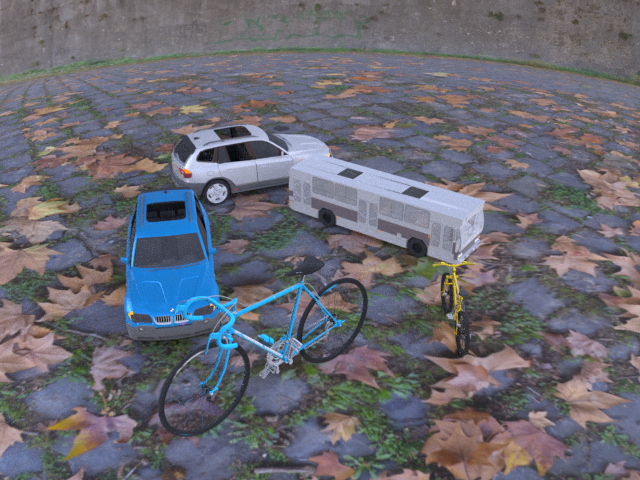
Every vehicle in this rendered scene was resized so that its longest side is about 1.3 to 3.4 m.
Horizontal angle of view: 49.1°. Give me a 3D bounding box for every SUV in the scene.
[{"bbox_3d":[-1.249,-1.550,13.039,3.058,1.128,1.276,-12,32,-20],"label":"SUV"},{"bbox_3d":[-2.125,0.226,9.932,1.276,1.128,3.058,-6,30,-10],"label":"SUV"}]

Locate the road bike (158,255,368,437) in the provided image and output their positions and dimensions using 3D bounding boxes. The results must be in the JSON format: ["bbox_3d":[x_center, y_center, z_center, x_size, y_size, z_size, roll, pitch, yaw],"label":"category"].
[{"bbox_3d":[-0.526,1.079,7.909,3.004,1.656,0.697,-24,37,-35],"label":"road bike"}]

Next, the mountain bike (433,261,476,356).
[{"bbox_3d":[1.774,0.817,9.161,0.573,0.868,1.469,-2,30,-3],"label":"mountain bike"}]

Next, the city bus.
[{"bbox_3d":[1.009,-0.532,11.493,3.255,0.894,0.926,20,35,30],"label":"city bus"}]
